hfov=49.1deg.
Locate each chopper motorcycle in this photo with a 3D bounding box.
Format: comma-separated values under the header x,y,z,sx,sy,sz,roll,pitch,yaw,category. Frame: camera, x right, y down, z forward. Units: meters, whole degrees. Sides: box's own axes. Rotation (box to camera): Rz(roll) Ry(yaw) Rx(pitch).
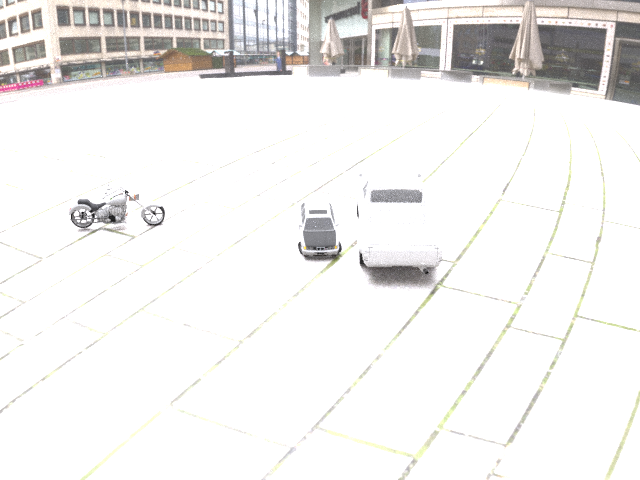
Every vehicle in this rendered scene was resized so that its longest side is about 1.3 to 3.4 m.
x,y,z,sx,sy,sz,roll,pitch,yaw,category
-3.401,-0.570,11.694,1.563,0.761,0.466,-4,26,-9,chopper motorcycle

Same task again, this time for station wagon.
x,y,z,sx,sy,sz,roll,pitch,yaw,category
-0.029,-0.227,11.309,0.682,0.473,1.597,-1,26,-3,station wagon

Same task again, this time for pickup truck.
x,y,z,sx,sy,sz,roll,pitch,yaw,category
1.192,-0.428,11.127,1.244,0.993,3.117,1,26,1,pickup truck
